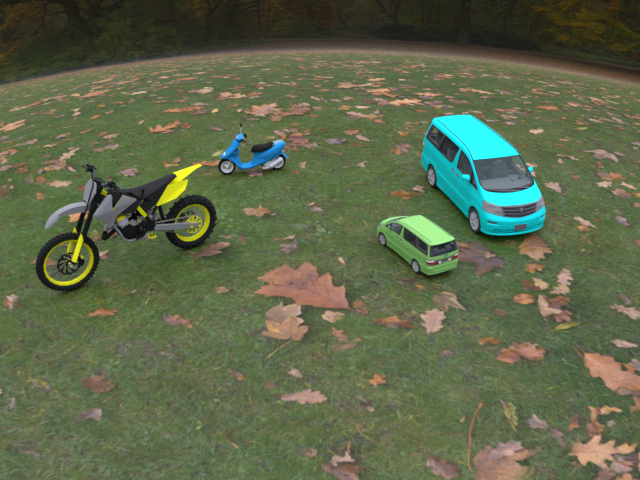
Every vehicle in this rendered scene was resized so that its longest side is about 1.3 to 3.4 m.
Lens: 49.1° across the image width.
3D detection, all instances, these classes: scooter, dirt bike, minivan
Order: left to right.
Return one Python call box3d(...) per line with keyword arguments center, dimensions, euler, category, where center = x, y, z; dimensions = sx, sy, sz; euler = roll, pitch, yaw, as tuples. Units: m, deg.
box3d(center=(-2.825, -0.303, 10.394), dimensions=(2.903, 1.666, 1.024), euler=(-22, 36, -33), category="dirt bike")
box3d(center=(-1.311, -1.758, 13.683), dimensions=(1.399, 0.919, 0.662), euler=(-7, 31, -12), category="scooter")
box3d(center=(1.497, -0.028, 10.971), dimensions=(0.681, 0.616, 1.548), euler=(-15, 33, -24), category="minivan")
box3d(center=(2.855, -1.197, 12.426), dimensions=(1.324, 1.197, 3.011), euler=(-8, 31, -13), category="minivan")
